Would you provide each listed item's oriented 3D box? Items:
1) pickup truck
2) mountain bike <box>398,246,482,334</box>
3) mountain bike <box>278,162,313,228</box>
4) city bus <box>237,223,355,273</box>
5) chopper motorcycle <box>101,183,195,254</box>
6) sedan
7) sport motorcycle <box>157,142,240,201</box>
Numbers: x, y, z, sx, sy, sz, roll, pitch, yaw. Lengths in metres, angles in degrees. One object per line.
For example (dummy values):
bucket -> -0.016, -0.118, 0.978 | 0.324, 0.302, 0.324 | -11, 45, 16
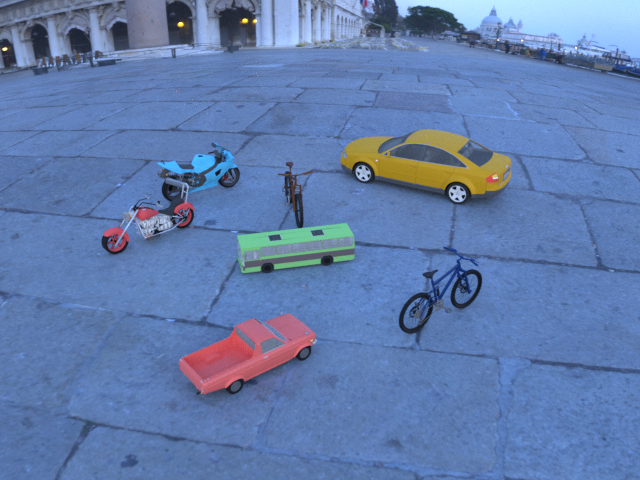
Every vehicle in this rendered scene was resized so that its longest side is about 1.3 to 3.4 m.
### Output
pickup truck -> -0.814, 1.266, 8.127 | 1.603, 0.511, 0.640 | -21, 35, -32
mountain bike -> 1.564, 0.643, 8.882 | 1.469, 0.868, 0.573 | -20, 35, -32
mountain bike -> -0.441, -0.817, 11.515 | 0.573, 0.868, 1.469 | -6, 30, -11
city bus -> -0.351, 0.132, 10.225 | 1.674, 0.460, 0.476 | -7, 30, -12
chopper motorcycle -> -2.631, -0.338, 10.761 | 1.563, 0.761, 0.466 | -23, 36, -35
sedan -> 1.857, -1.471, 12.619 | 3.137, 0.940, 1.235 | 15, 32, 25
sport motorcycle -> -2.087, -1.171, 12.202 | 1.520, 0.821, 0.506 | -18, 34, -29
